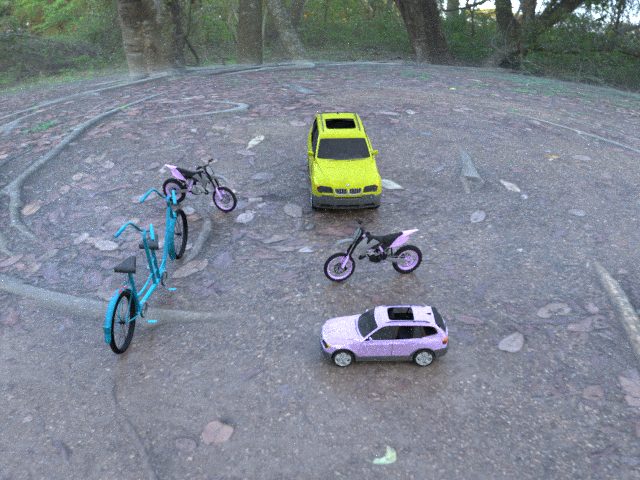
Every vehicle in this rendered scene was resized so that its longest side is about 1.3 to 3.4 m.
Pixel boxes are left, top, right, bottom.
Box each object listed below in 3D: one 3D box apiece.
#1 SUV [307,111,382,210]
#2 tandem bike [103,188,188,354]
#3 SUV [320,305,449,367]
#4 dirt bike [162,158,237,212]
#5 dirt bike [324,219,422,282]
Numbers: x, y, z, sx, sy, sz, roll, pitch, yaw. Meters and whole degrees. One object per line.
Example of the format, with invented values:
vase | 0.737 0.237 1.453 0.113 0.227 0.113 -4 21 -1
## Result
SUV | 0.394 -1.532 12.981 1.276 1.128 3.058 -1 28 -3
tandem bike | -2.285 0.235 9.408 0.550 1.326 3.192 3 28 6
SUV | 0.780 1.126 8.515 1.572 0.580 0.656 0 28 -1
dirt bike | -2.116 -0.962 12.188 1.493 0.857 0.527 11 30 20
dirt bike | 0.778 0.171 10.034 1.493 0.857 0.527 -7 28 -12
